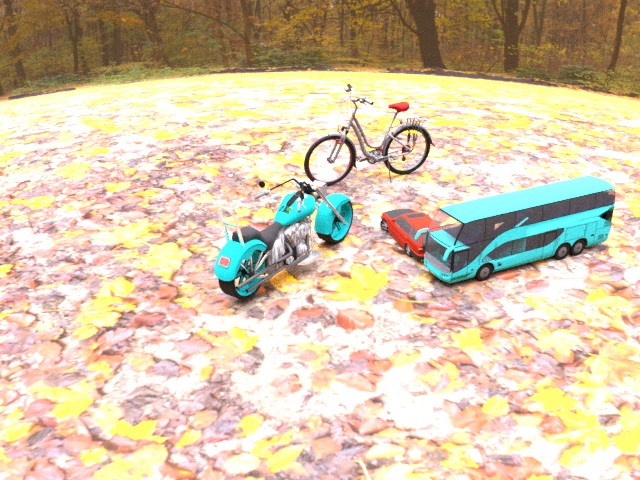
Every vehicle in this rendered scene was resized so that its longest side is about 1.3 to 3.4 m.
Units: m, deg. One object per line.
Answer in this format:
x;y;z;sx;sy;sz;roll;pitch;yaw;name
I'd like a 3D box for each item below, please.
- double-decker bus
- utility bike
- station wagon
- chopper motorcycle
2.987;-0.172;10.479;3.251;1.052;0.756;-12;29;-23;double-decker bus
1.034;-1.948;13.188;2.791;1.839;1.039;-10;28;-20;utility bike
1.504;-0.191;11.170;0.682;0.473;1.597;-8;27;-16;station wagon
-0.411;-0.239;10.131;0.906;1.480;3.040;17;31;31;chopper motorcycle
